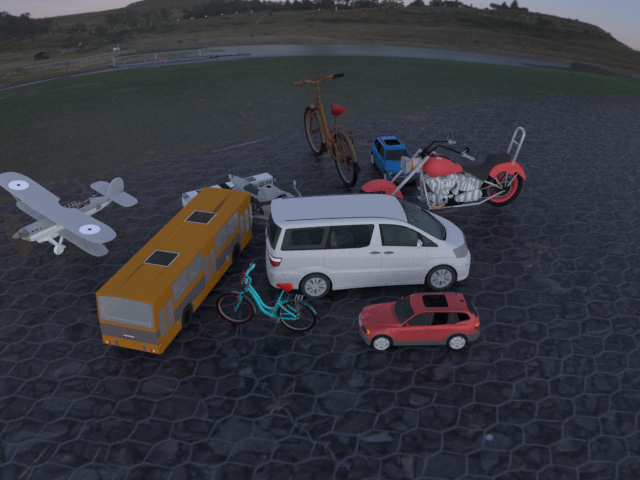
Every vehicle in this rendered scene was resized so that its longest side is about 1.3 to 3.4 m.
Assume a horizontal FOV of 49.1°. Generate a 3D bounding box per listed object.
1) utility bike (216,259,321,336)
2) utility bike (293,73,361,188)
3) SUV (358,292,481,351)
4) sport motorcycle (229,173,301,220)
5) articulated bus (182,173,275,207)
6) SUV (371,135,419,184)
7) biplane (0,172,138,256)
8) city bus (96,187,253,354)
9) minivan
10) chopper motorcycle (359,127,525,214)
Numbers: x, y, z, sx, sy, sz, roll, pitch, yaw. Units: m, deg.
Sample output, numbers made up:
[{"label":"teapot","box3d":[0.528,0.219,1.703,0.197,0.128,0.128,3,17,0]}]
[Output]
[{"label":"utility bike","box3d":[-0.701,0.803,9.078,1.435,0.946,0.535,6,30,11]},{"label":"utility bike","box3d":[0.096,-2.167,13.471,1.039,1.839,2.791,-11,31,-18]},{"label":"SUV","box3d":[1.284,1.017,9.070,1.572,0.580,0.656,-1,29,-1]},{"label":"sport motorcycle","box3d":[-0.882,-0.627,11.761,1.520,0.821,0.506,15,33,25]},{"label":"articulated bus","box3d":[-1.651,-0.888,12.773,1.749,0.289,0.311,-17,34,-28]},{"label":"SUV","box3d":[1.449,-1.594,13.736,0.656,0.580,1.572,-5,30,-10]},{"label":"biplane","box3d":[-3.944,-0.415,11.219,2.598,0.981,2.120,19,35,31]},{"label":"city bus","box3d":[-1.910,0.334,9.969,0.926,0.894,3.255,8,30,14]},{"label":"minivan","box3d":[0.708,0.004,10.250,3.011,1.197,1.324,-3,29,-6]},{"label":"chopper motorcycle","box3d":[2.106,-1.092,11.919,3.040,1.480,0.906,-7,30,-13]}]
